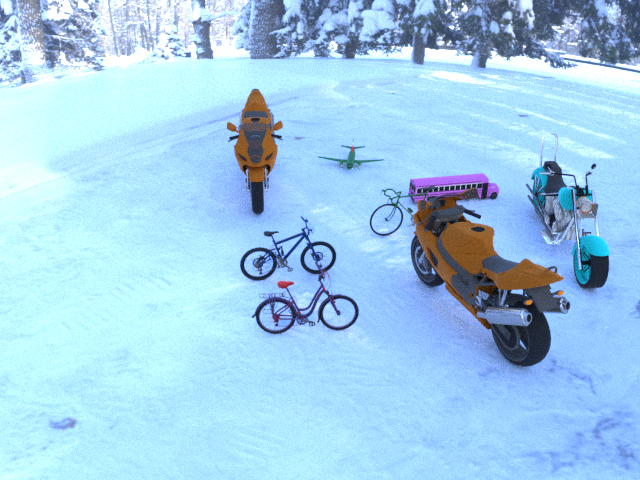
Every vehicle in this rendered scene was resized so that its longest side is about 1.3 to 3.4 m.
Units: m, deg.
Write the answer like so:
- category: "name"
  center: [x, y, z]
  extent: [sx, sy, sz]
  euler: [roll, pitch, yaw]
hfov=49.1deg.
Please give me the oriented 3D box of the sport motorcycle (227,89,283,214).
- category: "sport motorcycle"
  center: [-1.188, -1.720, 13.162]
  extent: [0.983, 1.596, 2.955]
  euler: [-2, 29, -4]

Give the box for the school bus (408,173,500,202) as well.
- category: "school bus"
  center: [2.514, -0.959, 12.987]
  extent: [1.708, 0.434, 0.365]
  euler: [-5, 29, -10]

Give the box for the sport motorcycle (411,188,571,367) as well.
- category: "sport motorcycle"
  center: [2.075, 0.403, 9.323]
  extent: [0.983, 1.596, 2.955]
  euler: [-13, 31, -22]

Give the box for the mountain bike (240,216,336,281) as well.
- category: "mountain bike"
  center: [-0.470, 0.181, 10.477]
  extent: [1.469, 0.868, 0.573]
  euler: [-6, 29, -10]

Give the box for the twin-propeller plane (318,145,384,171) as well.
- category: "twin-propeller plane"
  center: [0.647, -1.749, 14.442]
  extent: [1.370, 0.407, 1.095]
  euler: [3, 29, 6]

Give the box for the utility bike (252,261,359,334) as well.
- category: "utility bike"
  center: [-0.198, 0.791, 9.293]
  extent: [1.435, 0.946, 0.535]
  euler: [-2, 29, -4]

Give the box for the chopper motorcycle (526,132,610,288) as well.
- category: "chopper motorcycle"
  center: [3.964, -0.540, 11.149]
  extent: [0.906, 1.480, 3.040]
  euler: [-1, 29, -1]

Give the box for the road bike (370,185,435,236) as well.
- category: "road bike"
  center: [1.568, -0.511, 11.745]
  extent: [1.545, 0.852, 0.358]
  euler: [-8, 30, -14]
